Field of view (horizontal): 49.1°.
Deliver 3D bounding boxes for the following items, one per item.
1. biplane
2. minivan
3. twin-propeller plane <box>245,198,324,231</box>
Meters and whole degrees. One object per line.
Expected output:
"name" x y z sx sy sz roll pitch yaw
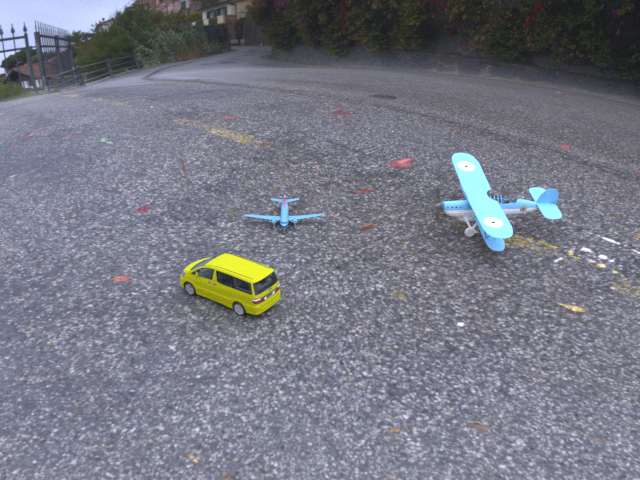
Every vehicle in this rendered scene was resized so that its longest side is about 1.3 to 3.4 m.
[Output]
"biplane" 2.973 -0.559 11.781 2.120 0.981 2.598 -2 28 -4
"minivan" -1.319 0.561 10.032 1.548 0.616 0.681 18 32 30
"twin-propeller plane" -0.623 -0.512 12.312 1.370 0.407 1.095 -1 28 -1
